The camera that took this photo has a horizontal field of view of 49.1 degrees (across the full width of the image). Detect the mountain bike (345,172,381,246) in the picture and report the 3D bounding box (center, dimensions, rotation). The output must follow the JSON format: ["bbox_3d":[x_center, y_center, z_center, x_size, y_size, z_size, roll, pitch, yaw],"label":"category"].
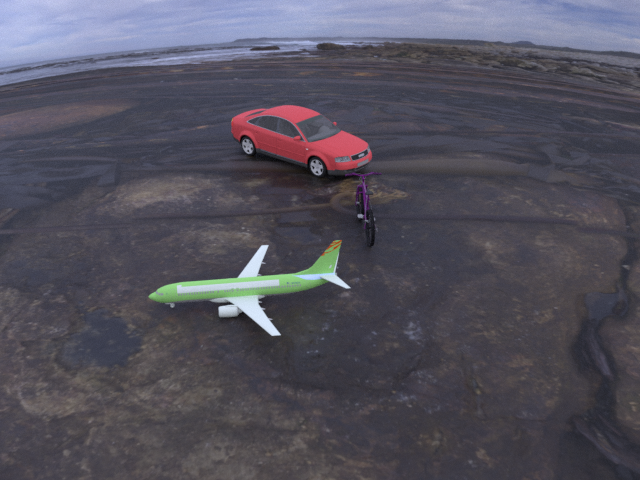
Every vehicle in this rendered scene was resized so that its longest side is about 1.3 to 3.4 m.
[{"bbox_3d":[0.703,-0.528,10.847,0.573,0.868,1.469,-3,28,-6],"label":"mountain bike"}]

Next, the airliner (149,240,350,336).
[{"bbox_3d":[-0.935,0.446,9.004,2.541,0.835,2.257,-3,28,-7],"label":"airliner"}]

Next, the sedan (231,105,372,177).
[{"bbox_3d":[-0.400,-2.047,13.699,3.137,0.940,1.235,21,34,35],"label":"sedan"}]
